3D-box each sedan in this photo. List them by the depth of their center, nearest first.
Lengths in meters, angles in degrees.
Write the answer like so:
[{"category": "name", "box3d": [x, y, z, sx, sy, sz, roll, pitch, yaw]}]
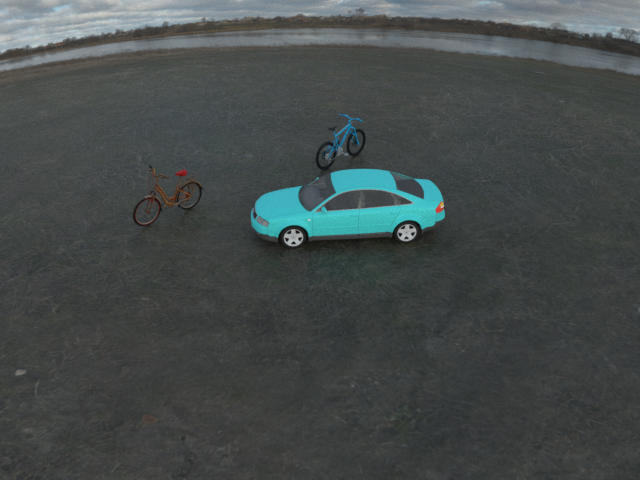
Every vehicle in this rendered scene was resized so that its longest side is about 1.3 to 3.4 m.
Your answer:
[{"category": "sedan", "box3d": [0.445, -0.590, 11.317, 3.137, 0.940, 1.235, -3, 30, -5]}]

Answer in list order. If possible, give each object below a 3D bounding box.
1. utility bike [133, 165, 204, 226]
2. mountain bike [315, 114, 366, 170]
[{"category": "utility bike", "box3d": [-2.489, -0.785, 11.652, 0.535, 0.946, 1.435, 26, 39, 37]}, {"category": "mountain bike", "box3d": [0.425, -1.926, 13.723, 0.573, 0.868, 1.469, 24, 38, 35]}]
